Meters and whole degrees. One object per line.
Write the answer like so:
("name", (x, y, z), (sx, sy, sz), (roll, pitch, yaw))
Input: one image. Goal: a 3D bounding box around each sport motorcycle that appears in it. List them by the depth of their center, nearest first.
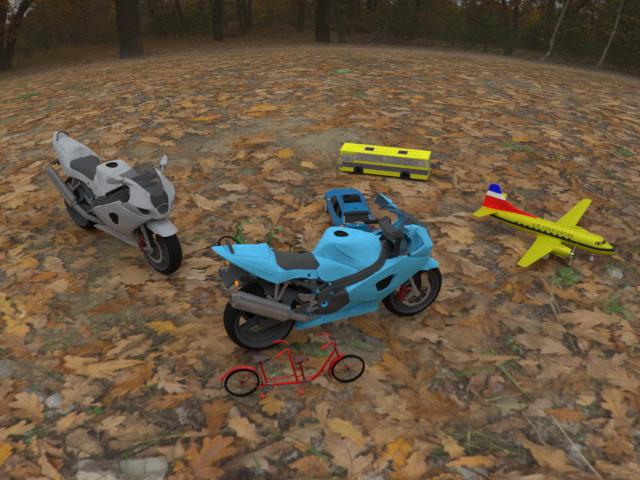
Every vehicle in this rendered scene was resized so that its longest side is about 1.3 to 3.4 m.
("sport motorcycle", (0.191, 0.452, 8.553), (2.955, 1.596, 0.983), (-10, 31, -17))
("sport motorcycle", (-3.046, -0.590, 10.410), (2.955, 1.596, 0.983), (24, 37, 36))

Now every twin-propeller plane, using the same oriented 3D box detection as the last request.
("twin-propeller plane", (3.441, -0.263, 10.648), (2.129, 0.792, 2.663), (21, 35, 32))

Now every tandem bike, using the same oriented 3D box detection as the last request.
("tandem bike", (-0.290, 1.402, 7.795), (1.642, 0.682, 0.283), (-6, 30, -10))
("tandem bike", (-0.759, 0.108, 10.100), (1.642, 0.682, 0.283), (11, 31, 19))

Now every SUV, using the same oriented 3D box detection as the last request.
("SUV", (0.471, -0.500, 11.286), (0.656, 0.580, 1.572), (-4, 30, -7))

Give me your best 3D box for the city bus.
("city bus", (1.221, -1.461, 13.121), (1.674, 0.460, 0.476), (8, 30, 13))
